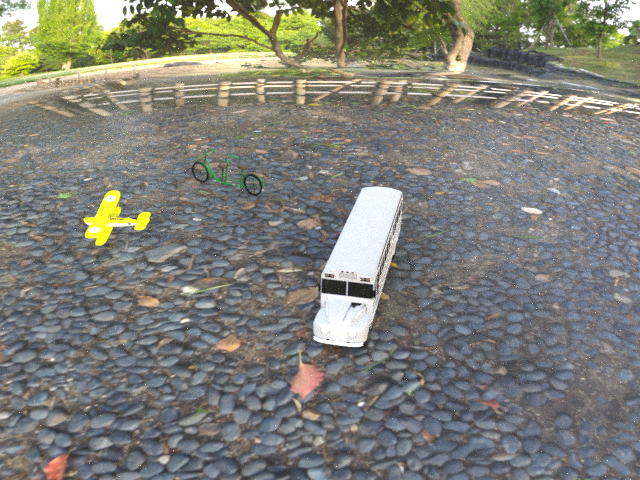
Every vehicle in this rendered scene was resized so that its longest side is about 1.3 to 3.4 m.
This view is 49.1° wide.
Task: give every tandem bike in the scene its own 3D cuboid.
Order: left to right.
[{"bbox_3d":[-1.700,-1.243,12.703,1.642,0.682,0.283,15,30,27],"label":"tandem bike"}]

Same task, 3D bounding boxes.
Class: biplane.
[{"bbox_3d":[-3.223,-0.284,10.997,1.090,0.504,1.336,1,27,2],"label":"biplane"}]

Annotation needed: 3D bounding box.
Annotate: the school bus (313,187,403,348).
[{"bbox_3d":[0.582,0.269,9.520,0.709,0.844,3.322,6,27,12],"label":"school bus"}]
